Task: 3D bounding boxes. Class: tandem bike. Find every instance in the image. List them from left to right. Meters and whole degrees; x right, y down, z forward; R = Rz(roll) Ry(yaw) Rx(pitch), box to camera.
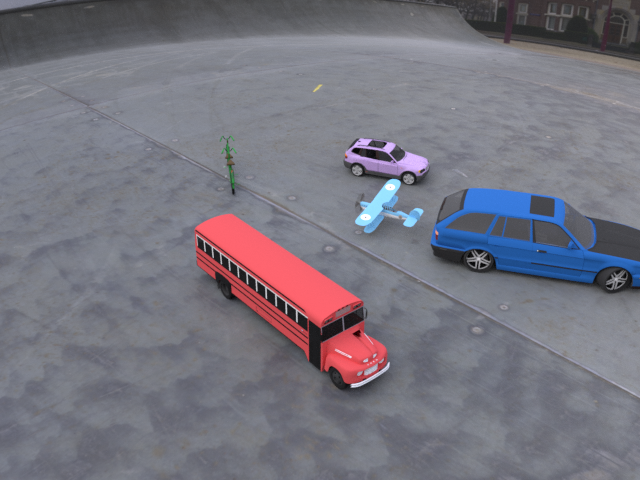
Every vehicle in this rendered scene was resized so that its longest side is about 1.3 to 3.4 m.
[{"bbox_3d":[-1.619,-1.401,12.534,0.283,0.682,1.642,-5,31,-9],"label":"tandem bike"}]

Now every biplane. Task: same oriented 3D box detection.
[{"bbox_3d":[1.072,-0.444,11.107,1.090,0.504,1.336,16,35,25],"label":"biplane"}]

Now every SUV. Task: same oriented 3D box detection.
[{"bbox_3d":[1.212,-1.466,12.741,1.572,0.580,0.656,12,33,19],"label":"SUV"}]

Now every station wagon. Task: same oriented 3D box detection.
[{"bbox_3d":[3.211,-0.090,10.111,3.105,0.920,1.327,9,32,14],"label":"station wagon"}]

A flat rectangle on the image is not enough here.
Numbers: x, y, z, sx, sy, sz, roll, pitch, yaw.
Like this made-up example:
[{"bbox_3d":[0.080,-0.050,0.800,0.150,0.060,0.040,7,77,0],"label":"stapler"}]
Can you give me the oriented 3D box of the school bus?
[{"bbox_3d":[-0.442,0.686,8.888,0.709,0.844,3.322,-23,38,-33],"label":"school bus"}]
